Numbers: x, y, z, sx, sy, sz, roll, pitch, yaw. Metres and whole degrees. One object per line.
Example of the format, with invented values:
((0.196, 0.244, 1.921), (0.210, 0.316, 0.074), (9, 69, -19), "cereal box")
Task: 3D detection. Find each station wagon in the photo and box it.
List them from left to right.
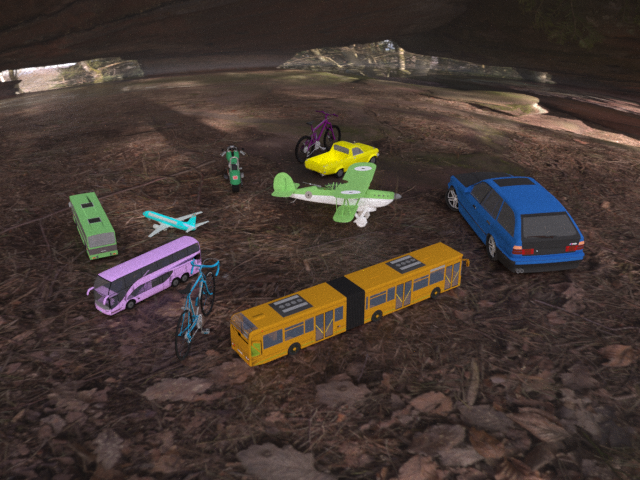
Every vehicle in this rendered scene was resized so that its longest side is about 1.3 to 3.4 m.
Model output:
((3.001, -0.532, 11.133), (1.327, 0.920, 3.105), (-4, 27, -8), "station wagon")

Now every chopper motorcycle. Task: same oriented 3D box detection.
((-1.621, -1.438, 13.102), (0.466, 0.761, 1.563), (-4, 27, -8), "chopper motorcycle")

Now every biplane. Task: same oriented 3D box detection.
((0.279, -0.766, 11.530), (2.120, 0.981, 2.598), (4, 27, 9), "biplane")

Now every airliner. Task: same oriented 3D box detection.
((-2.448, -0.385, 11.386), (1.307, 0.429, 1.161), (18, 32, 32), "airliner")

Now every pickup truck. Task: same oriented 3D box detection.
((0.450, -1.636, 13.772), (0.640, 0.511, 1.603), (24, 36, 39), "pickup truck")

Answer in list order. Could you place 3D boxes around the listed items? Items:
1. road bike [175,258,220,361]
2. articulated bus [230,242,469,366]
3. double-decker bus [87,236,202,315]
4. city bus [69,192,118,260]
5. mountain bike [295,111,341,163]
((-1.522, 0.792, 8.589), (0.358, 0.852, 1.545), (4, 27, 8), "road bike")
((0.470, 0.757, 8.980), (3.401, 0.561, 0.605), (-17, 32, -30), "articulated bus")
((-2.345, 0.480, 9.551), (0.389, 0.541, 1.672), (21, 33, 35), "double-decker bus")
((-3.580, -0.225, 11.036), (0.476, 0.460, 1.674), (-12, 29, -23), "city bus")
((-0.023, -2.123, 14.339), (0.573, 0.868, 1.469), (20, 33, 34), "mountain bike")
